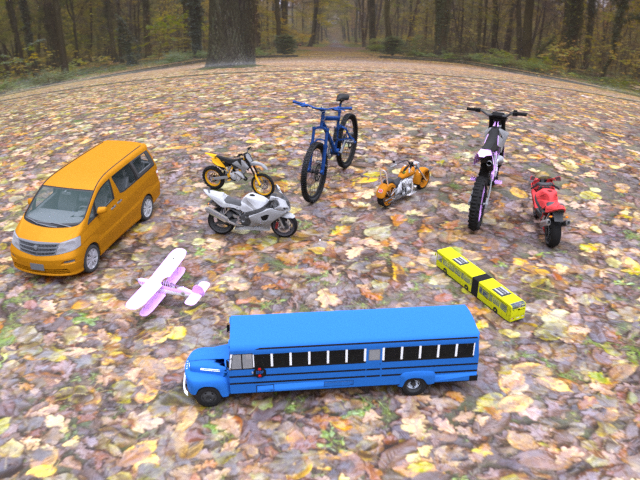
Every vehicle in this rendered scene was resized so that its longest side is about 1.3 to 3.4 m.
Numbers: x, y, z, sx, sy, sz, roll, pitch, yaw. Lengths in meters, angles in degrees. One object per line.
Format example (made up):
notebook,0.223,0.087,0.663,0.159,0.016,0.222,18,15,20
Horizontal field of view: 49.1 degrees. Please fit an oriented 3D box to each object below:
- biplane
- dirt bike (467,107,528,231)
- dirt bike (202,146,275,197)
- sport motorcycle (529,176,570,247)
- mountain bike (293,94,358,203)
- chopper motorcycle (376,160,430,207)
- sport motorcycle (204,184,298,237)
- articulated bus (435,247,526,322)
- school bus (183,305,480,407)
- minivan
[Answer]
biplane,-2.061,0.663,9.539,1.090,0.504,1.336,10,29,18
dirt bike,2.934,-1.377,12.166,1.024,1.666,2.903,10,29,18
dirt bike,-1.507,-1.251,12.796,1.493,0.857,0.527,11,30,19
sport motorcycle,3.713,-0.511,11.428,0.506,0.821,1.520,2,28,3
mountain bike,0.217,-1.855,13.051,1.114,1.688,2.857,10,29,19
chopper motorcycle,1.529,-1.113,12.635,0.466,0.761,1.563,21,34,35
sport motorcycle,-1.114,-0.447,11.308,1.520,0.821,0.506,3,28,7
articulated bus,2.227,0.596,9.897,0.311,0.289,1.749,-13,30,-23
school bus,0.107,1.287,7.990,3.322,0.844,0.709,-2,28,-4
minivan,-3.674,-0.570,11.136,1.324,1.197,3.011,7,28,12
